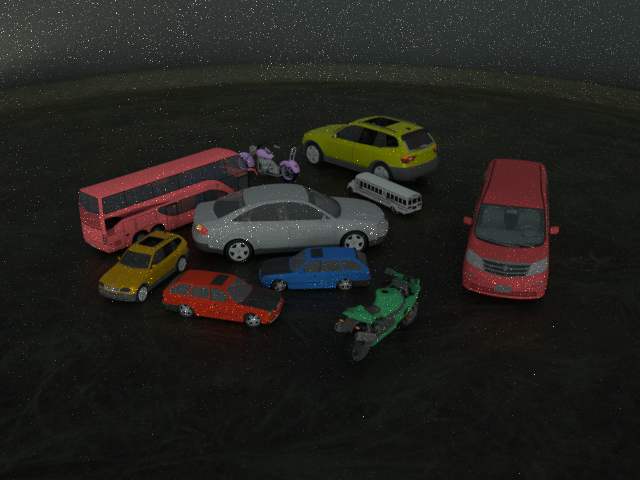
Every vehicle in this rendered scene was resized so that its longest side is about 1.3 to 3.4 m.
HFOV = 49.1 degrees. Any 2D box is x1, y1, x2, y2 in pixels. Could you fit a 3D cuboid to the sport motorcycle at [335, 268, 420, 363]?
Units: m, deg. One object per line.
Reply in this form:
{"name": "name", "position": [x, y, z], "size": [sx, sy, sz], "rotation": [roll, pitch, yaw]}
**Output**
{"name": "sport motorcycle", "position": [0.764, 0.910, 8.568], "size": [0.506, 0.821, 1.520], "rotation": [20, 32, 36]}

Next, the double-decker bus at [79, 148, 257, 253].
{"name": "double-decker bus", "position": [-2.479, -0.754, 11.853], "size": [0.756, 1.052, 3.251], "rotation": [20, 32, 36]}

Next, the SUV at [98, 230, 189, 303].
{"name": "SUV", "position": [-2.511, 0.342, 10.068], "size": [0.656, 0.580, 1.572], "rotation": [10, 27, 21]}

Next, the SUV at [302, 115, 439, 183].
{"name": "SUV", "position": [0.975, -1.977, 14.377], "size": [3.058, 1.128, 1.276], "rotation": [23, 33, 39]}

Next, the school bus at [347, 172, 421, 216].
{"name": "school bus", "position": [1.142, -0.873, 12.837], "size": [0.365, 0.434, 1.708], "rotation": [-18, 30, -33]}

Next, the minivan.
{"name": "minivan", "position": [2.875, -0.238, 10.578], "size": [1.324, 1.197, 3.011], "rotation": [7, 26, 15]}

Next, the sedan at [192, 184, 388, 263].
{"name": "sedan", "position": [-0.460, -0.365, 11.154], "size": [3.137, 0.940, 1.235], "rotation": [-4, 25, -8]}

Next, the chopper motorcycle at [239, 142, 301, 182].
{"name": "chopper motorcycle", "position": [-1.067, -1.622, 14.051], "size": [1.563, 0.761, 0.466], "rotation": [17, 30, 32]}

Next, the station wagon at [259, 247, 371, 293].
{"name": "station wagon", "position": [-0.083, 0.393, 10.083], "size": [1.597, 0.473, 0.682], "rotation": [-1, 25, -3]}

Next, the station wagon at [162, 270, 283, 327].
{"name": "station wagon", "position": [-1.287, 0.739, 9.345], "size": [1.597, 0.473, 0.682], "rotation": [7, 26, 14]}
